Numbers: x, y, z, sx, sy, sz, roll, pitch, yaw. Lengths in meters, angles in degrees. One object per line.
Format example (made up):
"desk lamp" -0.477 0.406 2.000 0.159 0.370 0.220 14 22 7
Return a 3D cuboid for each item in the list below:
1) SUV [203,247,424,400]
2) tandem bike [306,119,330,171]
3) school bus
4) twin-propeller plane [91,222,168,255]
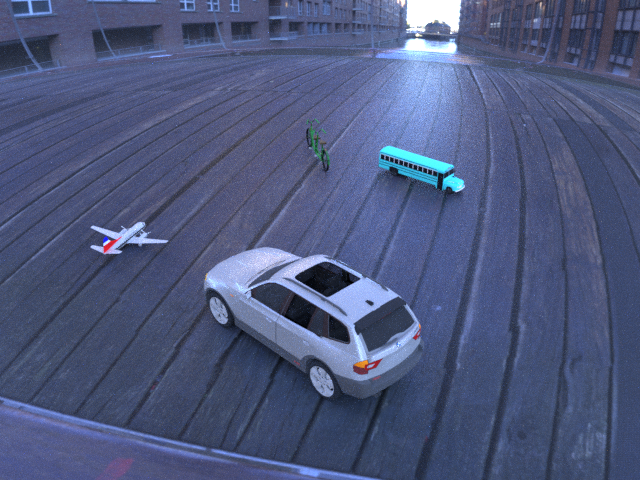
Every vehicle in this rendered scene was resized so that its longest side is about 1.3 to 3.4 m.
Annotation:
"SUV" -0.172 0.768 8.512 1.276 1.128 3.058 -26 39 -37
"tandem bike" -0.055 -1.894 13.598 0.283 0.682 1.642 -8 31 -13
"school bus" 1.854 -1.286 12.788 1.708 0.434 0.365 23 37 35
"twin-propeller plane" -2.983 -0.073 10.703 1.370 0.407 1.095 10 31 18
